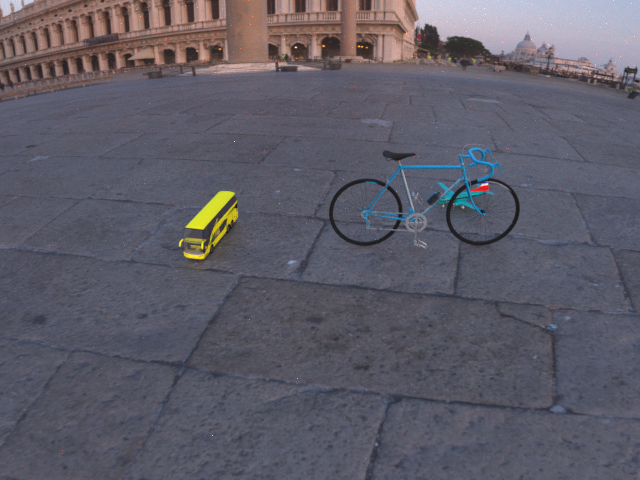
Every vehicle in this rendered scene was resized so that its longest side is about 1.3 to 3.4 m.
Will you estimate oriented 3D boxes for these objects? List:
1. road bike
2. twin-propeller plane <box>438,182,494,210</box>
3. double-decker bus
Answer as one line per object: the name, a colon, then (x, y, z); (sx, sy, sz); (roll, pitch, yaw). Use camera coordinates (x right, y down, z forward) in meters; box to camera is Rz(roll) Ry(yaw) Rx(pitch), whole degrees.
road bike: (1.645, -0.652, 10.917); (3.004, 1.656, 0.697); (0, 27, 0)
twin-propeller plane: (2.595, -0.843, 12.691); (1.095, 0.407, 1.370); (-10, 28, -19)
double-decker bus: (-1.763, -0.243, 11.346); (0.389, 0.541, 1.672); (6, 27, 12)
